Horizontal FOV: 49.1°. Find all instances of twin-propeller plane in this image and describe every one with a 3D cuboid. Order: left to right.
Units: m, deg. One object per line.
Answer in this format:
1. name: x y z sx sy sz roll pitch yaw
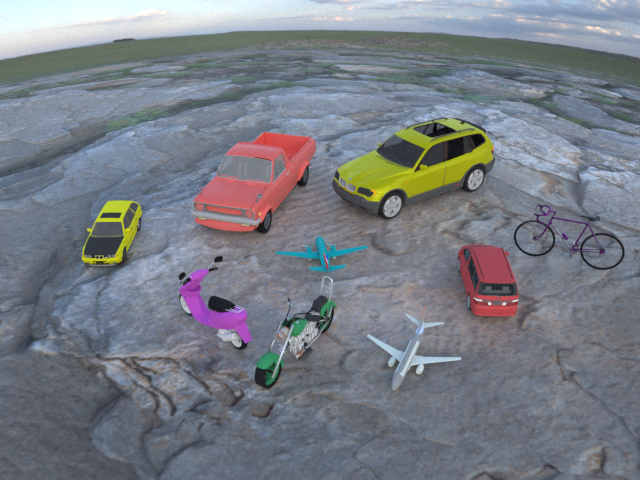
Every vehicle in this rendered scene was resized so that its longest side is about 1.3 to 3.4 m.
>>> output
1. twin-propeller plane: 0.044 0.162 10.233 1.370 0.407 1.095 -4 30 -6

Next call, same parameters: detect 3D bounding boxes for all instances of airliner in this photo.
1. airliner: 1.064 1.265 8.250 1.161 0.429 1.307 12 31 20

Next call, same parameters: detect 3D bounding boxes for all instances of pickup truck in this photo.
1. pickup truck: -1.042 -1.156 11.977 1.244 0.993 3.117 9 31 15

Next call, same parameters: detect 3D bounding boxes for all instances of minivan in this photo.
1. minivan: 2.270 0.435 9.536 0.681 0.616 1.548 1 29 2

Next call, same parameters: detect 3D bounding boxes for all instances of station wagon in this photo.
1. station wagon: -3.181 -0.157 10.732 0.682 0.473 1.597 0 29 0

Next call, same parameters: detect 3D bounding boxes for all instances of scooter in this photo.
1. scooter: -1.340 0.757 8.654 1.399 0.919 0.662 26 38 38

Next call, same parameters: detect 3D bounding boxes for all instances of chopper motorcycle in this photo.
1. chopper motorcycle: -0.272 1.069 8.261 0.466 0.761 1.563 17 34 27

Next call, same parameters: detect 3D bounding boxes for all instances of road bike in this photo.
1. road bike: 3.609 -0.040 10.138 1.545 0.852 0.358 12 32 21

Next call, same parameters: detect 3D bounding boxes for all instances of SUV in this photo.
1. SUV: 1.671 -1.341 12.168 3.058 1.128 1.276 -18 34 -29
